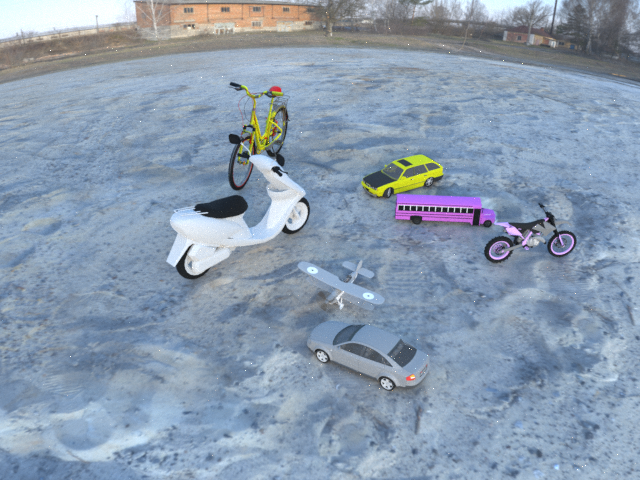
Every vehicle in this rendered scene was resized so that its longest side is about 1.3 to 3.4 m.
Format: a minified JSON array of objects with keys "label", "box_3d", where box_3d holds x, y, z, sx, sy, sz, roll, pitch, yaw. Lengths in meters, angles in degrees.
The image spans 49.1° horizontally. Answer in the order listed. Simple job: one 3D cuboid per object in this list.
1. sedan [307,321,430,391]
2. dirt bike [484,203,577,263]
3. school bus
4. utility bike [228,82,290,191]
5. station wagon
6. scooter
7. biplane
[{"label":"sedan","box_3d":[0.579,1.351,8.716,1.613,0.483,0.635,18,35,28]},{"label":"dirt bike","box_3d":[3.260,-0.065,10.745,1.493,0.857,0.527,-5,31,-8]},{"label":"school bus","box_3d":[2.136,-0.510,11.913,1.708,0.434,0.365,3,31,5]},{"label":"utility bike","box_3d":[-1.032,-2.151,13.309,1.039,1.839,2.791,10,32,17]},{"label":"station wagon","box_3d":[1.539,-1.225,13.084,1.597,0.473,0.682,-17,35,-26]},{"label":"scooter","box_3d":[-1.172,-0.536,10.627,2.721,1.786,1.288,-26,39,-36]},{"label":"biplane","box_3d":[0.363,0.639,9.899,1.336,0.504,1.090,16,34,25]}]
